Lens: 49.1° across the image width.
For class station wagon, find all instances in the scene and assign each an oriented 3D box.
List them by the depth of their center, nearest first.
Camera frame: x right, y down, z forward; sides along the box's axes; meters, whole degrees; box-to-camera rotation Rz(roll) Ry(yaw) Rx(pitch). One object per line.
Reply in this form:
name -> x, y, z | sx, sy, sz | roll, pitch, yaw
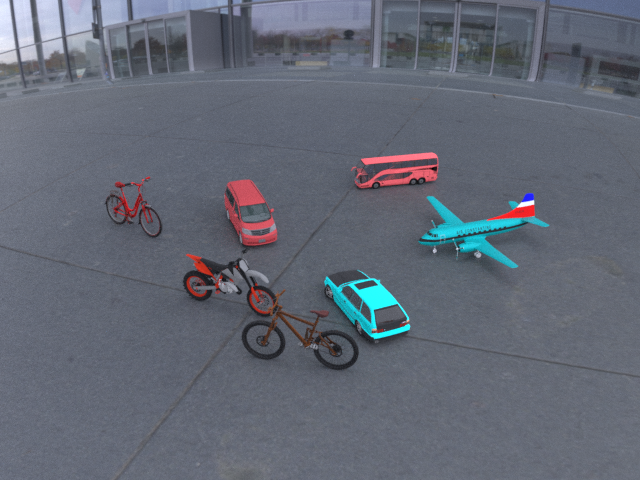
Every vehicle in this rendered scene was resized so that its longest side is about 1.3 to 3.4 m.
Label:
station wagon -> 0.606, 0.790, 9.550 | 0.682, 0.473, 1.597 | -12, 30, -21

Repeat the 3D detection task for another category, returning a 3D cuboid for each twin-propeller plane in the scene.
twin-propeller plane -> 2.544, -0.265, 11.220 | 2.129, 0.792, 2.663 | -9, 29, -17

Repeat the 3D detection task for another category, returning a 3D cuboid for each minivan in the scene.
minivan -> -1.184, -0.469, 11.798 | 0.681, 0.616, 1.548 | -9, 29, -17

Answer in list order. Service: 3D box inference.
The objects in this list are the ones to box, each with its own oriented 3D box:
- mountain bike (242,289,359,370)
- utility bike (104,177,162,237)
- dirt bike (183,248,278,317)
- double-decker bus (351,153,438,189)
mountain bike -> -0.252, 1.140, 8.457 | 1.469, 0.868, 0.573 | 6, 28, 12
utility bike -> -3.128, -0.622, 11.735 | 1.435, 0.946, 0.535 | 18, 33, 31
dirt bike -> -1.246, 0.561, 9.574 | 1.493, 0.857, 0.527 | 12, 30, 21
double-decker bus -> 1.457, -1.339, 13.540 | 1.672, 0.541, 0.389 | -6, 28, -12
